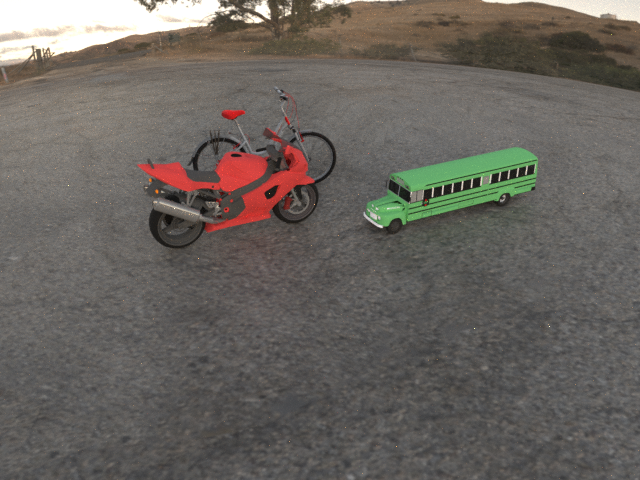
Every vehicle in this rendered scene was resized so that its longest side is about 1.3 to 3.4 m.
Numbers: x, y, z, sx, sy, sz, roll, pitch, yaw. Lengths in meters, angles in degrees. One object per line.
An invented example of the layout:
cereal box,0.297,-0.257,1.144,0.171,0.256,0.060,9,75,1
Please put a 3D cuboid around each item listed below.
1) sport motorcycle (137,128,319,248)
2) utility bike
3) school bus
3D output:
sport motorcycle,-1.373,-0.797,11.254,2.955,1.596,0.983,-13,31,-22
utility bike,-1.085,-1.867,12.970,2.791,1.839,1.039,-4,29,-8
school bus,2.309,-0.908,12.246,3.322,0.844,0.709,-14,32,-24
